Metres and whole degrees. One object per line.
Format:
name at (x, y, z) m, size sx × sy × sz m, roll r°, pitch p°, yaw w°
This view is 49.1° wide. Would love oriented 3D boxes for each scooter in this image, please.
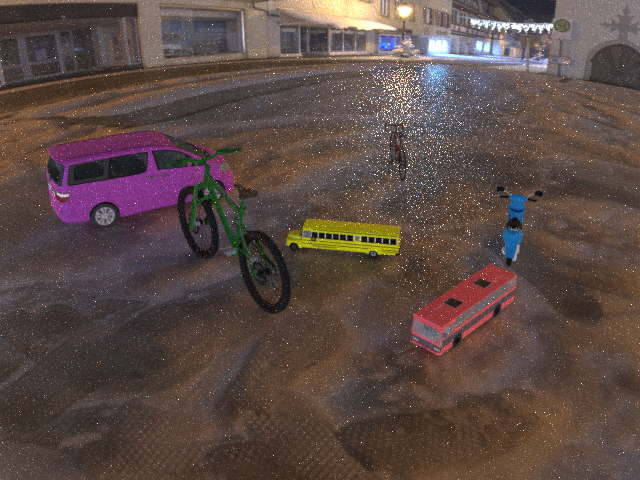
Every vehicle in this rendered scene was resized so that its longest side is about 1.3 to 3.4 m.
scooter at (2.873, -0.270, 10.314) m, size 0.662 × 0.919 × 1.399 m, roll 8°, pitch 29°, yaw 15°

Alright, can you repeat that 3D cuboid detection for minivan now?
minivan at (-2.941, -1.137, 11.674) m, size 3.011 × 1.197 × 1.324 m, roll -15°, pitch 31°, yaw -26°

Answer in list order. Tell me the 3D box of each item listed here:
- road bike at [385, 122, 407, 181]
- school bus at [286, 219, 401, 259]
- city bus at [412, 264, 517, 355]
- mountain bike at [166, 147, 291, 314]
road bike at (1.463, -1.704, 13.134) m, size 0.358 × 0.852 × 1.545 m, roll -2°, pitch 28°, yaw -4°
school bus at (0.338, -0.034, 10.386) m, size 1.708 × 0.434 × 0.365 m, roll 5°, pitch 28°, yaw 10°
city bus at (1.807, 0.849, 8.667) m, size 0.476 × 0.460 × 1.674 m, roll 24°, pitch 36°, yaw 38°
mountain bike at (-1.232, -0.189, 9.328) m, size 1.114 × 1.688 × 2.857 m, roll -19°, pitch 33°, yaw -32°
